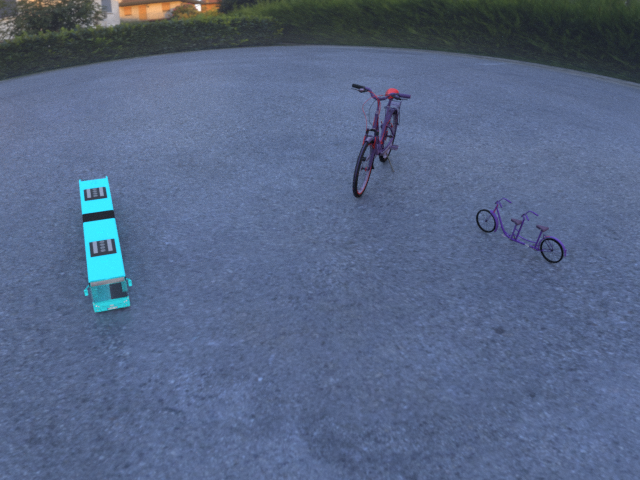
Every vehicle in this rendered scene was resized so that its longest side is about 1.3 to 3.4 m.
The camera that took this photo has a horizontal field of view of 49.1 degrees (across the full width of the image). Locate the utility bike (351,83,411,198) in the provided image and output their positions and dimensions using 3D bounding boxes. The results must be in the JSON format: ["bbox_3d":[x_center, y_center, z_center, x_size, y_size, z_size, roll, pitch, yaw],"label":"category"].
[{"bbox_3d":[1.160,-1.974,12.661,1.039,1.839,2.791,10,32,17],"label":"utility bike"}]

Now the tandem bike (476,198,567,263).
[{"bbox_3d":[3.064,-0.186,10.726,0.283,0.682,1.642,-23,37,-34],"label":"tandem bike"}]

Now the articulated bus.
[{"bbox_3d":[-3.313,-0.054,10.617,0.605,0.561,3.401,-10,31,-16],"label":"articulated bus"}]
